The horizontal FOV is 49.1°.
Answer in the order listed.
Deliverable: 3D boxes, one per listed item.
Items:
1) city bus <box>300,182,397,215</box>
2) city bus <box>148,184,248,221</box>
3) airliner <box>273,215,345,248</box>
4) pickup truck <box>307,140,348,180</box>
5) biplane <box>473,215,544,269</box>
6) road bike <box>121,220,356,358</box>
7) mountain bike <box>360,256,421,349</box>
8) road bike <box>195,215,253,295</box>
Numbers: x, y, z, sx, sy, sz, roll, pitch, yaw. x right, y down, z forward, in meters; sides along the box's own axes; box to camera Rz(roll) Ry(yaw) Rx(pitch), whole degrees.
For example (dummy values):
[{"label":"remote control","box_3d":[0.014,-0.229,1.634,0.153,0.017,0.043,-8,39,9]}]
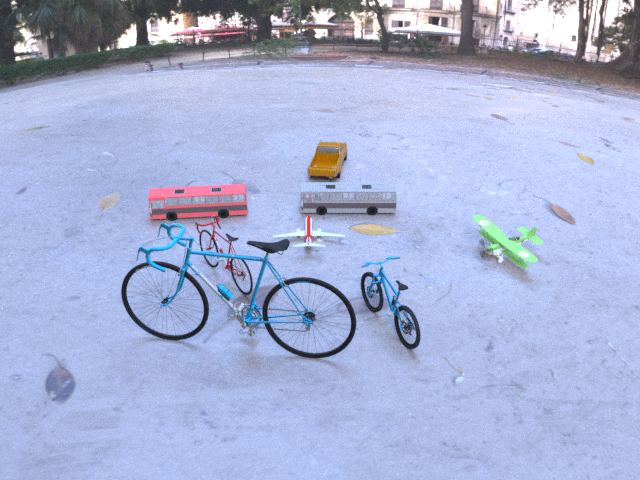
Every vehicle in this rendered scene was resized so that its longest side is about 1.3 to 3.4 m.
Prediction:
[{"label":"city bus","box_3d":[0.491,-0.726,12.311,1.674,0.460,0.476,0,28,0]},{"label":"city bus","box_3d":[-2.109,-0.648,12.167,1.674,0.460,0.476,-3,28,-6]},{"label":"airliner","box_3d":[-0.184,-0.214,11.388,1.161,0.429,1.307,0,28,-1]},{"label":"pickup truck","box_3d":[0.166,-1.652,13.989,0.640,0.511,1.603,5,28,8]},{"label":"biplane","box_3d":[2.946,0.054,10.808,1.090,0.504,1.336,-15,32,-27]},{"label":"road bike","box_3d":[-1.039,0.644,8.485,3.004,1.656,0.697,6,29,10]},{"label":"mountain bike","box_3d":[0.903,0.765,9.093,0.573,0.868,1.469,-13,31,-22]},{"label":"road bike","box_3d":[-1.392,0.200,10.167,0.358,0.852,1.545,-19,34,-31]}]
